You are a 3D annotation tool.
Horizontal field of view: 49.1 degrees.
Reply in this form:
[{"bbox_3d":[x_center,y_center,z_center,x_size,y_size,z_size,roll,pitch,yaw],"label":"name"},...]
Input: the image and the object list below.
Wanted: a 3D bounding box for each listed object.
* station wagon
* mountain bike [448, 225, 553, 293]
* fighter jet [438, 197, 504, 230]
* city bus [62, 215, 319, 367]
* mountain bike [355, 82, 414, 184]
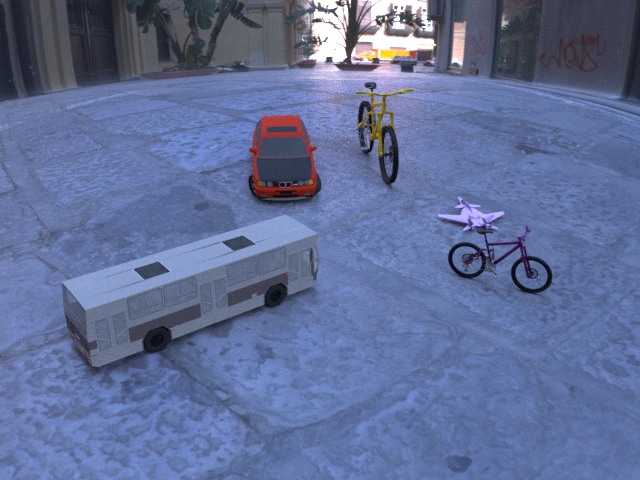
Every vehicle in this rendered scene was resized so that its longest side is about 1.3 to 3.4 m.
[{"bbox_3d":[-0.726,-1.693,13.584,1.327,0.920,3.105,-2,27,-4],"label":"station wagon"},{"bbox_3d":[2.505,0.247,9.752,1.469,0.868,0.573,13,29,25],"label":"mountain bike"},{"bbox_3d":[2.568,-0.552,12.007,1.147,0.286,1.358,-3,27,-5],"label":"fighter jet"},{"bbox_3d":[-1.539,0.600,9.015,3.255,0.894,0.926,-19,32,-33],"label":"city bus"},{"bbox_3d":[1.125,-2.267,13.876,1.114,1.688,2.857,-5,27,-9],"label":"mountain bike"}]
